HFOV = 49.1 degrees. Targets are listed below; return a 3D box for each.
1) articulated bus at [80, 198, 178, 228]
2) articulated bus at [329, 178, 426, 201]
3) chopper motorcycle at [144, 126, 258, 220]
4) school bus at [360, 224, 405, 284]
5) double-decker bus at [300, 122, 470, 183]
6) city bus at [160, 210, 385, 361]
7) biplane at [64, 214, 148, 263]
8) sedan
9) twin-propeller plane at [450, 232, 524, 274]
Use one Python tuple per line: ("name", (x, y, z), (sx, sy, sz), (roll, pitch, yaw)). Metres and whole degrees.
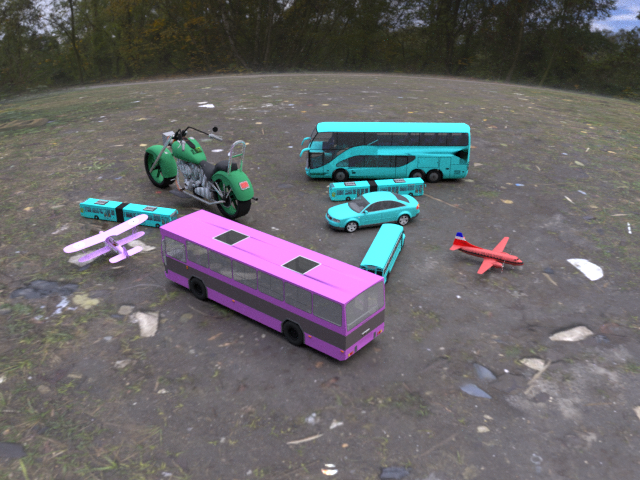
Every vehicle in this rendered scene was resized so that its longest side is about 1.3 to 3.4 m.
("articulated bus", (-3.236, -0.451, 11.843), (1.749, 0.289, 0.311), (8, 27, 15))
("articulated bus", (1.048, -0.928, 12.820), (1.749, 0.289, 0.311), (-4, 26, -9))
("chopper motorcycle", (-2.225, -1.344, 12.315), (0.906, 1.480, 3.040), (-23, 34, -38))
("school bus", (0.950, 0.186, 10.370), (0.365, 0.434, 1.708), (8, 27, 15))
("double-decker bus", (1.248, -1.713, 13.558), (3.251, 1.052, 0.756), (1, 26, 1))
("city bus", (-0.714, 0.531, 9.140), (3.255, 0.894, 0.926), (20, 32, 35))
("biplane", (-3.114, 0.080, 10.509), (1.336, 0.504, 1.090), (-19, 32, -34))
("sedan", (0.882, -0.519, 11.759), (1.613, 0.483, 0.635), (-8, 27, -16))
("twin-propeller plane", (2.504, 0.167, 10.440), (1.095, 0.407, 1.370), (14, 29, 26))
